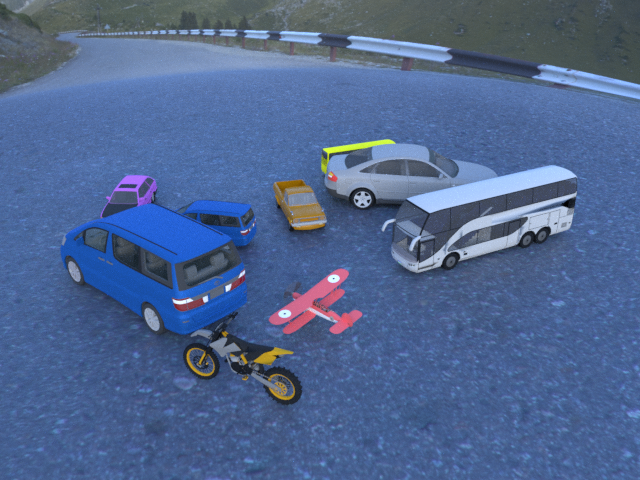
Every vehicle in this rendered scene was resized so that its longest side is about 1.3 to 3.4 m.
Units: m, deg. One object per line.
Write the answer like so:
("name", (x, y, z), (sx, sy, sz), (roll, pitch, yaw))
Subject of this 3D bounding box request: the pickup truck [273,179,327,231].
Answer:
("pickup truck", (-0.367, -0.663, 11.917), (0.640, 0.511, 1.603), (-7, 28, -13))

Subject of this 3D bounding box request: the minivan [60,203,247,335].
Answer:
("minivan", (-2.350, 0.204, 9.430), (3.011, 1.197, 1.324), (22, 34, 37))

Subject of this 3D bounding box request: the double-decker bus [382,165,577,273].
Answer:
("double-decker bus", (2.507, -0.336, 10.665), (3.251, 1.052, 0.756), (-14, 30, -25))

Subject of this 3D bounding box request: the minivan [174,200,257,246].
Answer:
("minivan", (-1.799, -0.279, 11.037), (1.548, 0.616, 0.681), (6, 27, 12))

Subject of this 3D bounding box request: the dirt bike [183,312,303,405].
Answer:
("dirt bike", (-0.877, 1.301, 7.626), (1.493, 0.857, 0.527), (12, 29, 22))

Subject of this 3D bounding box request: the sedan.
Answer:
("sedan", (1.649, -1.171, 12.449), (3.137, 0.940, 1.235), (2, 27, 4))

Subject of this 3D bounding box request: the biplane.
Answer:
("biplane", (-0.007, 0.885, 8.845), (1.090, 0.504, 1.336), (24, 35, 38))

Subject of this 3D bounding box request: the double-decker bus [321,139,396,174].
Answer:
("double-decker bus", (0.837, -1.620, 13.786), (1.672, 0.541, 0.389), (-11, 29, -20))

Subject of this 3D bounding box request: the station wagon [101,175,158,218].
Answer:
("station wagon", (-3.282, -0.698, 12.029), (0.682, 0.473, 1.597), (1, 27, 3))
